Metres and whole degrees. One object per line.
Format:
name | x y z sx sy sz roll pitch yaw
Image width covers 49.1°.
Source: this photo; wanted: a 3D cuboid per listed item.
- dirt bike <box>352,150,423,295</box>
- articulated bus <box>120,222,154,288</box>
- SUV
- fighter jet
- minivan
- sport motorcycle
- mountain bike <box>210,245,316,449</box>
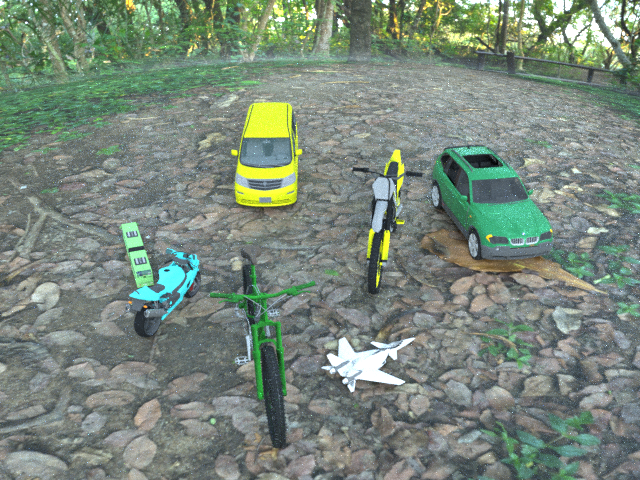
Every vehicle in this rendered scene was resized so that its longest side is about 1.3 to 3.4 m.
dirt bike | 1.045 -0.444 10.846 1.024 1.666 2.903 6 29 11
articulated bus | -2.901 0.208 11.087 0.311 0.289 1.749 -10 30 -18
SUV | 2.846 -0.715 11.908 1.276 1.128 3.058 -5 29 -9
fighter jet | 0.724 1.420 8.855 1.358 0.286 1.147 -21 35 -33
minivan | -1.003 -1.706 13.664 1.324 1.197 3.011 0 28 -1
sport motorcycle | -2.091 0.694 9.634 0.506 0.821 1.520 12 31 21
mountain bike | -0.700 1.005 8.150 1.114 1.688 2.857 -6 29 -11
